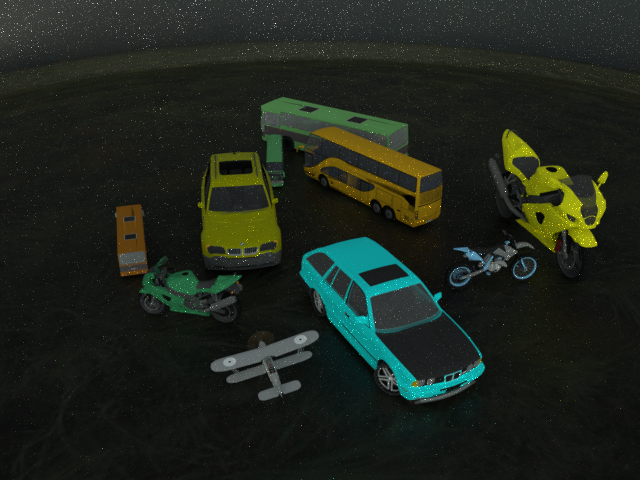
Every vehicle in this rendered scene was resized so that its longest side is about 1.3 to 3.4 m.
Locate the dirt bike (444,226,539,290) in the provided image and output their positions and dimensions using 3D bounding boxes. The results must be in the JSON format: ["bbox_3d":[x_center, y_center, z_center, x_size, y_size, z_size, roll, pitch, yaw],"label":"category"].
[{"bbox_3d":[2.549,0.297,10.276,1.493,0.857,0.527,-6,29,-11],"label":"dirt bike"}]

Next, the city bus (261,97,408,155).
[{"bbox_3d":[0.252,-2.243,14.890,3.255,0.894,0.926,18,34,30],"label":"city bus"}]

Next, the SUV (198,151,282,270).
[{"bbox_3d":[-1.353,-0.569,11.581,1.276,1.128,3.058,-4,29,-7],"label":"SUV"}]

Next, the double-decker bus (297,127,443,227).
[{"bbox_3d":[0.854,-1.243,12.895,0.756,1.052,3.251,-21,35,-34],"label":"double-decker bus"}]

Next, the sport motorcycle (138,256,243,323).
[{"bbox_3d":[-1.778,0.724,9.533,1.520,0.821,0.506,5,29,9],"label":"sport motorcycle"}]

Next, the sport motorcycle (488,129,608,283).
[{"bbox_3d":[3.565,-0.605,11.158,0.983,1.596,2.955,-6,29,-11],"label":"sport motorcycle"}]

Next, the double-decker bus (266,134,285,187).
[{"bbox_3d":[-0.910,-1.588,14.060,0.389,0.541,1.672,-1,29,-3],"label":"double-decker bus"}]

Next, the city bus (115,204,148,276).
[{"bbox_3d":[-3.020,0.001,11.234,0.476,0.460,1.674,-7,29,-13],"label":"city bus"}]

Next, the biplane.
[{"bbox_3d":[-0.611,1.535,8.376,1.336,0.504,1.090,-8,30,-15],"label":"biplane"}]

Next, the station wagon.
[{"bbox_3d":[0.849,0.868,9.165,1.327,0.920,3.105,-13,31,-23],"label":"station wagon"}]
